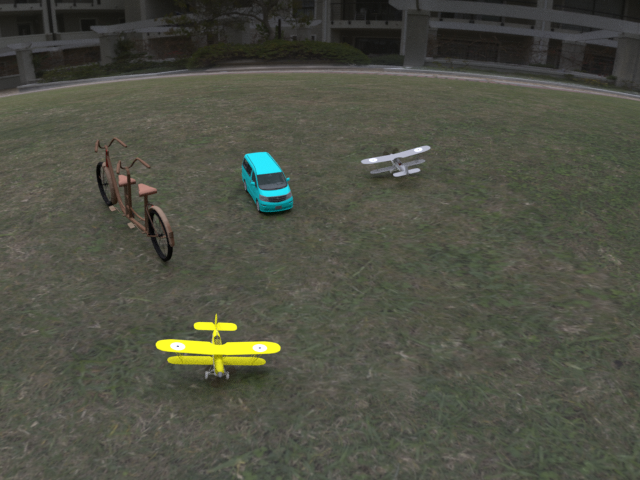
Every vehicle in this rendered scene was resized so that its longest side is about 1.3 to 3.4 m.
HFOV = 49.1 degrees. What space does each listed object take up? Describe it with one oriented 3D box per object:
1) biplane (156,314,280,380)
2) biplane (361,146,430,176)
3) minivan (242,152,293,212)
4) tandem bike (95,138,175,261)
[{"bbox_3d":[-1.127,1.217,7.846,1.336,0.504,1.090,-5,27,-9],"label":"biplane"},{"bbox_3d":[1.460,-1.402,13.083,1.336,0.504,1.090,-6,27,-11],"label":"biplane"},{"bbox_3d":[-0.932,-1.010,12.174,0.681,0.616,1.548,-9,28,-17],"label":"minivan"},{"bbox_3d":[-2.950,-0.734,10.829,0.550,1.326,3.192,-17,31,-30],"label":"tandem bike"}]
